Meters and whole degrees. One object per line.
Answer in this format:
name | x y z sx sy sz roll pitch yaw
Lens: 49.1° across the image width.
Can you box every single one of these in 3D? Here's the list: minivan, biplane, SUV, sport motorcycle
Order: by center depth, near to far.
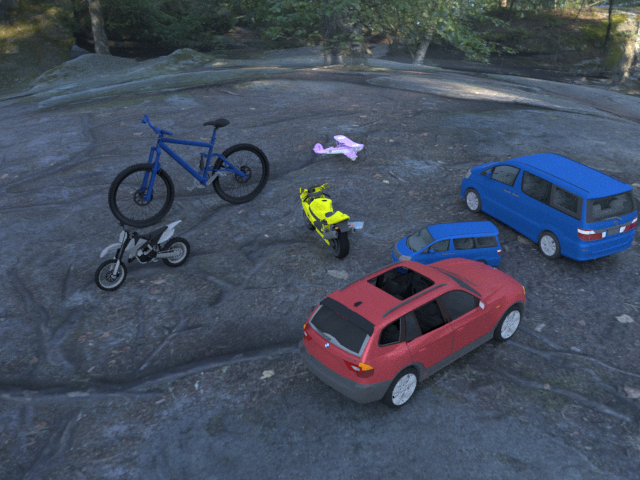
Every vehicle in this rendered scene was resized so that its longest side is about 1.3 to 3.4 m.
SUV | 1.182 0.834 8.218 3.058 1.128 1.276 -21 34 -35
minivan | 1.826 0.110 10.183 1.548 0.616 0.681 -4 27 -7
sport motorcycle | 0.078 -0.318 10.792 0.506 0.821 1.520 -12 30 -22
minivan | 3.525 -0.722 11.164 1.324 1.197 3.011 -13 30 -24
biplane | 0.406 -1.835 14.082 1.090 0.504 1.336 -8 28 -15

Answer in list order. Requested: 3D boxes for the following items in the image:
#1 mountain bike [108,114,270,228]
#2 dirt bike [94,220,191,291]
mountain bike | -2.116 -1.196 11.548 2.857 1.688 1.114 -16 31 -28
dirt bike | -2.481 0.162 9.819 1.493 0.857 0.527 -22 35 -36
